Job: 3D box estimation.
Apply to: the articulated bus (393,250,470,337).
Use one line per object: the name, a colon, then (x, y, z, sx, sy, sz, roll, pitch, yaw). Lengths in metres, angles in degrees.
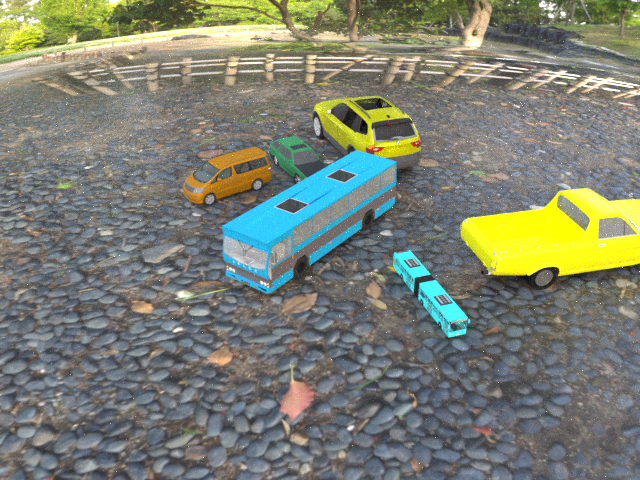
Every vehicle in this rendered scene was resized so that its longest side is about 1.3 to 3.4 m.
articulated bus: (1.434, 0.677, 9.317, 0.311, 0.289, 1.749, -10, 32, -16)

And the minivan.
minivan: (-1.606, -1.116, 12.060, 1.548, 0.616, 0.681, -20, 36, -31)

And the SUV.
SUV: (0.847, -2.216, 13.433, 1.276, 1.128, 3.058, -11, 32, -18)

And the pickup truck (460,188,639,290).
pickup truck: (3.625, -0.118, 9.978, 3.117, 0.993, 1.244, -7, 31, -12)

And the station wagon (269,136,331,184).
station wagon: (-0.373, -1.482, 12.826, 0.682, 0.473, 1.597, -15, 33, -23)

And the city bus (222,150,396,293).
city bus: (-0.042, -0.338, 10.454, 0.926, 0.894, 3.255, 20, 36, 31)
